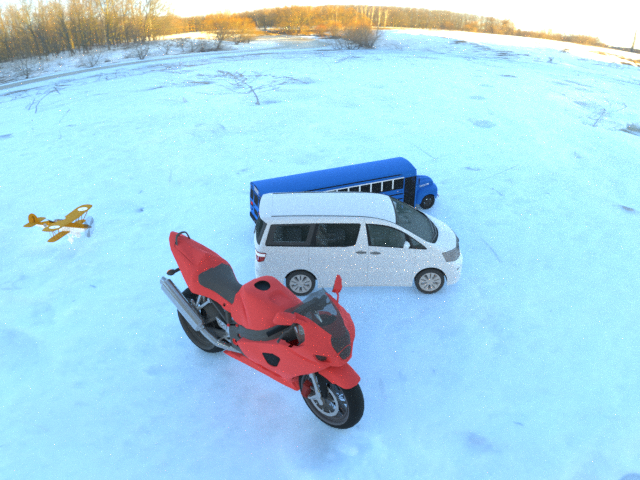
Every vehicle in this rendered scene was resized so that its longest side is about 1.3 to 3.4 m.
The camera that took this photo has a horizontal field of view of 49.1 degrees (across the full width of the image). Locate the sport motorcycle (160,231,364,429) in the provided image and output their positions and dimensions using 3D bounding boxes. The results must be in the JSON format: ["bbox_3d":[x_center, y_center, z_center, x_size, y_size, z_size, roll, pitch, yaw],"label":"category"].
[{"bbox_3d":[-0.678,0.986,7.972,2.955,1.596,0.983,23,37,35],"label":"sport motorcycle"}]

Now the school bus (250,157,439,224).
[{"bbox_3d":[0.485,-0.789,11.825,3.322,0.844,0.709,-11,32,-19],"label":"school bus"}]

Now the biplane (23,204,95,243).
[{"bbox_3d":[-4.157,-0.248,11.223,1.090,0.504,1.336,5,30,9],"label":"biplane"}]

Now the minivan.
[{"bbox_3d":[0.557,-0.009,10.109,3.011,1.197,1.324,-1,30,-1],"label":"minivan"}]
